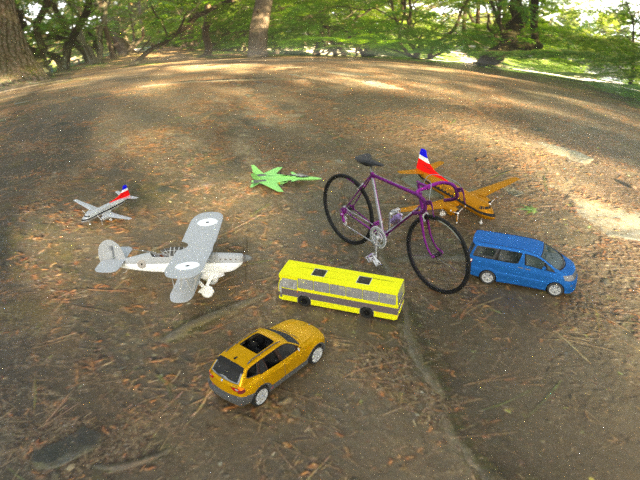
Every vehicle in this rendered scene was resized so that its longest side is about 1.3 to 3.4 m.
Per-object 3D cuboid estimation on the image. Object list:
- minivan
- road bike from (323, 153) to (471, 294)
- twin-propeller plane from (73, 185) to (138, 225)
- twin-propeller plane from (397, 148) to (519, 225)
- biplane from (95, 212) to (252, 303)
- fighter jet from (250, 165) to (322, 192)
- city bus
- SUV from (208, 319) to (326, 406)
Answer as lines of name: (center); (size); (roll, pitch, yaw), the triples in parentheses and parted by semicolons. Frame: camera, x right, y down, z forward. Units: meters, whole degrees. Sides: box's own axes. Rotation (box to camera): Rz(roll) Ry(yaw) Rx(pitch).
minivan: (2.909, 0.309, 10.059); (1.548, 0.616, 0.681); (10, 30, 18)
road bike: (1.027, -0.351, 10.182); (0.697, 1.656, 3.004); (-22, 36, -34)
twin-propeller plane: (-3.641, -0.589, 11.913); (1.370, 0.407, 1.095); (17, 33, 28)
twin-propeller plane: (2.313, -0.924, 12.126); (2.663, 0.792, 2.129); (-16, 32, -26)
biplane: (-2.004, 0.266, 9.759); (2.120, 0.981, 2.598); (0, 29, 0)
fighter jet: (-0.638, -1.217, 13.184); (1.358, 0.286, 1.147); (-2, 29, -3)
city bus: (0.284, 0.690, 9.527); (1.674, 0.460, 0.476); (9, 30, 16)
SUV: (-0.595, 1.341, 8.214); (0.656, 0.580, 1.572); (22, 35, 34)
